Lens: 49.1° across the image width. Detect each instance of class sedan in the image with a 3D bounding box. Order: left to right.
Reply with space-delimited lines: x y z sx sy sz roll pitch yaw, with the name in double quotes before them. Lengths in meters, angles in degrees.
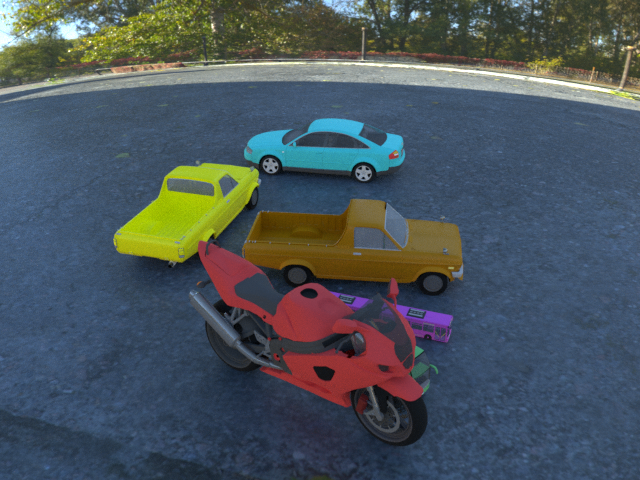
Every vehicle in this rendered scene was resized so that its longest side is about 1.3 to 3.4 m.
"sedan" 0.071 -1.820 13.520 3.137 0.940 1.235 6 28 10

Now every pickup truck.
"pickup truck" -1.987 -0.575 11.089 1.244 0.993 3.117 8 29 15
"pickup truck" 0.496 0.004 9.985 3.117 0.993 1.244 3 28 6

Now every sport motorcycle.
"sport motorcycle" -0.161 1.041 7.358 2.955 1.596 0.983 19 33 32

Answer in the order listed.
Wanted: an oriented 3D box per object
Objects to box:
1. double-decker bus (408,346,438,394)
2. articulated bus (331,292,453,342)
"double-decker bus" 0.561 1.260 8.076 1.672 0.541 0.389 24 36 38
"articulated bus" 0.812 0.966 8.909 1.749 0.289 0.311 10 29 18
